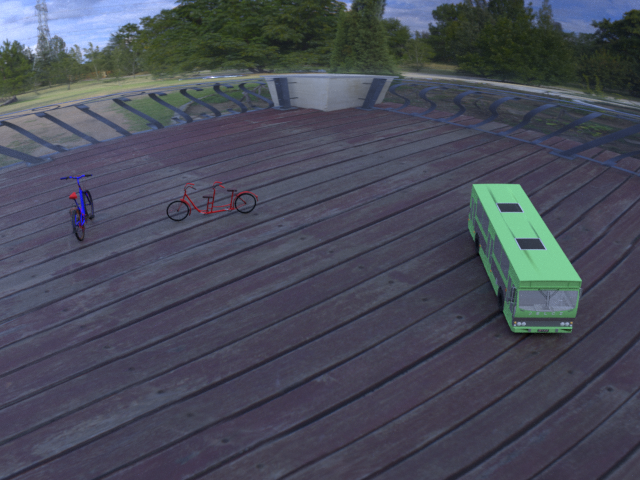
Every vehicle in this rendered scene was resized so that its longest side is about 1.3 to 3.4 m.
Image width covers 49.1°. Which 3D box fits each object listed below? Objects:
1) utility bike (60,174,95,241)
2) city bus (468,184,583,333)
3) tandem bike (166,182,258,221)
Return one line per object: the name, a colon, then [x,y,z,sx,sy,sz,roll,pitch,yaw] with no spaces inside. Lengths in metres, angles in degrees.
utility bike: [-4.116,-0.604,11.912,0.535,0.946,1.435,-3,27,-5]
city bus: [2.912,0.183,10.414,0.926,0.894,3.255,0,27,0]
tandem bike: [-1.906,-0.714,12.423,1.642,0.682,0.283,-8,28,-15]
